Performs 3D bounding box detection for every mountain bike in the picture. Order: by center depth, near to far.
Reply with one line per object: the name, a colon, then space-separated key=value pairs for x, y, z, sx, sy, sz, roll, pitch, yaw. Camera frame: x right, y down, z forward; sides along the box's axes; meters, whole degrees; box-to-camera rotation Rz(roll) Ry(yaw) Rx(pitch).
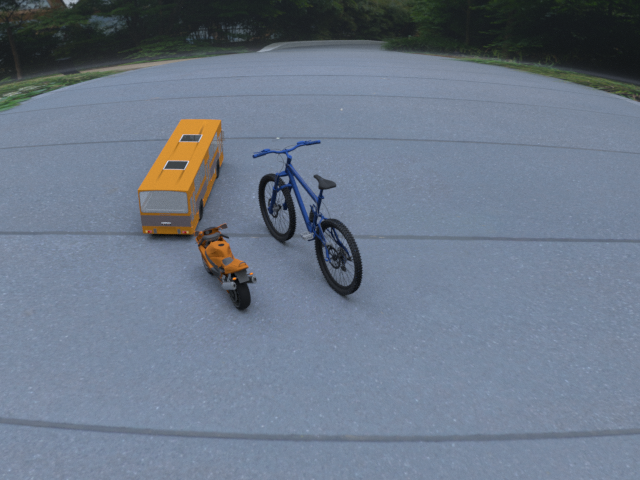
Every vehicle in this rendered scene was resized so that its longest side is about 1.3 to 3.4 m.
mountain bike: x=-0.213 y=-0.401 z=10.180 sx=1.114 sy=1.688 sz=2.857 roll=-17 pitch=33 yaw=-27

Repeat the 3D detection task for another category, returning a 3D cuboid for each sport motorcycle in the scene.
sport motorcycle: x=-1.341 y=0.346 z=9.738 sx=0.506 sy=0.821 sz=1.520 roll=-16 pitch=33 yaw=-26

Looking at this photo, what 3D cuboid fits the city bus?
city bus: x=-2.351 y=-1.156 z=12.331 sx=0.926 sy=0.894 sz=3.255 roll=1 pitch=29 yaw=2
